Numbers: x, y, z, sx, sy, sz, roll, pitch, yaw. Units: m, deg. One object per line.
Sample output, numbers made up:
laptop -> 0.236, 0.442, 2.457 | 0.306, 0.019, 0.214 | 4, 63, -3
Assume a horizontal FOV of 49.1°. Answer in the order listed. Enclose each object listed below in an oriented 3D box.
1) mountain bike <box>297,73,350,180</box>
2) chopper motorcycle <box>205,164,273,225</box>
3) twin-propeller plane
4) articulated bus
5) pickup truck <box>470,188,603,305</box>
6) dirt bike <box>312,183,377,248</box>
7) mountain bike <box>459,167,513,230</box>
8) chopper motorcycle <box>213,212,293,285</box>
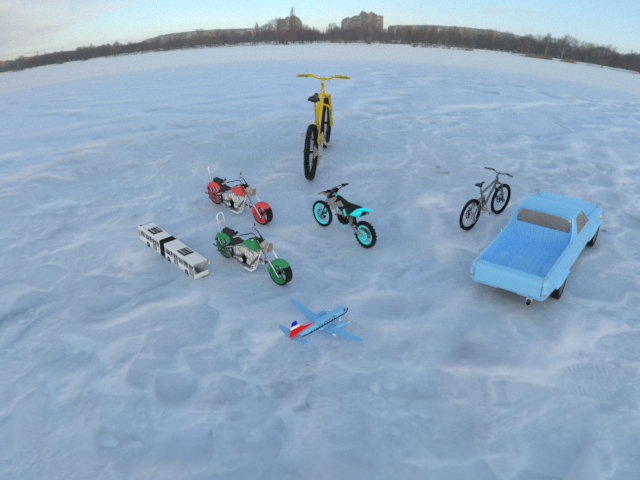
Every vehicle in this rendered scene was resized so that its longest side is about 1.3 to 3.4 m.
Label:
mountain bike -> -0.016, -2.398, 14.314 | 1.114, 1.688, 2.857 | 5, 29, 8
chopper motorcycle -> -1.442, -0.808, 12.354 | 1.563, 0.761, 0.466 | 22, 36, 35
twin-propeller plane -> -0.004, 1.061, 9.280 | 1.095, 0.407, 1.370 | -25, 37, -38
articulated bus -> -2.344, 0.145, 11.093 | 0.311, 0.289, 1.749 | -23, 36, -35
pickup truck -> 3.402, -0.050, 10.713 | 1.244, 0.993, 3.117 | 17, 33, 29
dirt bike -> 0.382, -0.439, 11.573 | 0.527, 0.857, 1.493 | -24, 36, -37
mountain bike -> 2.880, -0.713, 12.067 | 1.469, 0.868, 0.573 | -24, 37, -37
chopper motorcycle -> -1.035, 0.128, 10.628 | 1.563, 0.761, 0.466 | 22, 36, 35
